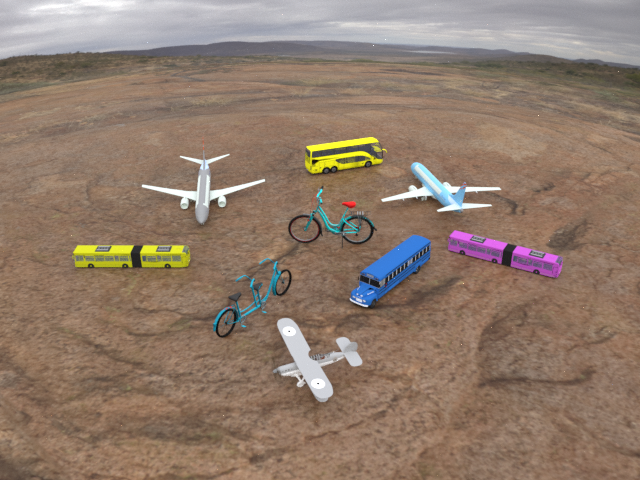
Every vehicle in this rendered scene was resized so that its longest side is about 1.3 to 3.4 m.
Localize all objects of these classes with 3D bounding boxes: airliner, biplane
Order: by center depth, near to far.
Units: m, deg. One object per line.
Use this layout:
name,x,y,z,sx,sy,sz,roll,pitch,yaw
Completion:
biplane,-0.040,1.448,8.284,1.090,0.504,1.336,-12,30,-21
airliner,-2.119,-1.087,12.655,2.257,0.835,2.541,-3,28,-6
airliner,2.123,-1.112,12.701,2.257,0.835,2.541,-6,29,-12

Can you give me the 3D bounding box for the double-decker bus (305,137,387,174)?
double-decker bus,0.518,-1.709,14.124,1.672,0.541,0.389,-11,30,-19

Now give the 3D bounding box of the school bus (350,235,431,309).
school bus,1.043,0.447,10.222,0.365,0.434,1.708,20,34,33

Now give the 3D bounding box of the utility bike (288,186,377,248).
utility bike,0.201,-0.321,11.112,1.435,0.946,0.535,1,28,2

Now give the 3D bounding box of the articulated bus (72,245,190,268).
articulated bus,-2.889,0.251,10.741,1.749,0.289,0.311,0,28,0

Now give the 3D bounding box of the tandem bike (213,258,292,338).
tandem bike,-0.885,0.726,9.441,0.283,0.682,1.642,18,33,30

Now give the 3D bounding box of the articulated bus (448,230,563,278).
articulated bus,2.830,0.207,10.823,1.749,0.289,0.311,16,32,27
